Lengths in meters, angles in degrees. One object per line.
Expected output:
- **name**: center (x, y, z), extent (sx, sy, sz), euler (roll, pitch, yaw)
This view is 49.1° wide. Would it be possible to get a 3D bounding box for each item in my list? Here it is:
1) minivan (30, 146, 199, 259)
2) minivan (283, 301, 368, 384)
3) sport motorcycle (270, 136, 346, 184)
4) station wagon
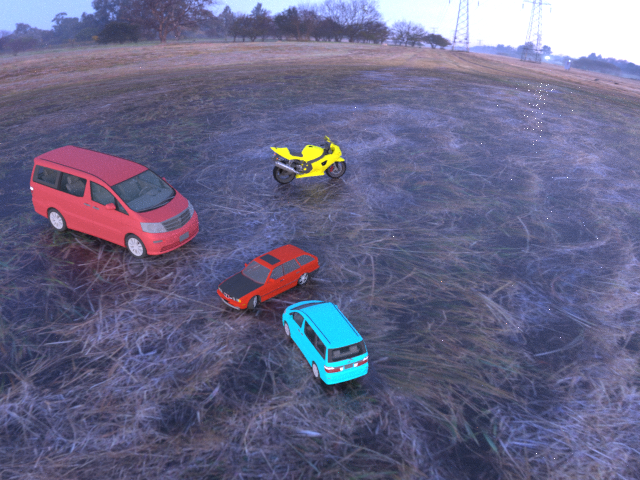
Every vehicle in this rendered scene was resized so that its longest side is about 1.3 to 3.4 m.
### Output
- **minivan**: center (-3.448, -0.691, 11.685), extent (3.011, 1.197, 1.324), euler (16, 32, 27)
- **minivan**: center (0.031, 1.160, 8.806), extent (0.681, 0.616, 1.548), euler (-12, 30, -21)
- **sport motorcycle**: center (-0.212, -1.537, 13.687), extent (1.520, 0.821, 0.506), euler (-7, 29, -13)
- **station wagon**: center (-0.749, 0.495, 10.215), extent (1.597, 0.473, 0.682), euler (-24, 36, -38)
